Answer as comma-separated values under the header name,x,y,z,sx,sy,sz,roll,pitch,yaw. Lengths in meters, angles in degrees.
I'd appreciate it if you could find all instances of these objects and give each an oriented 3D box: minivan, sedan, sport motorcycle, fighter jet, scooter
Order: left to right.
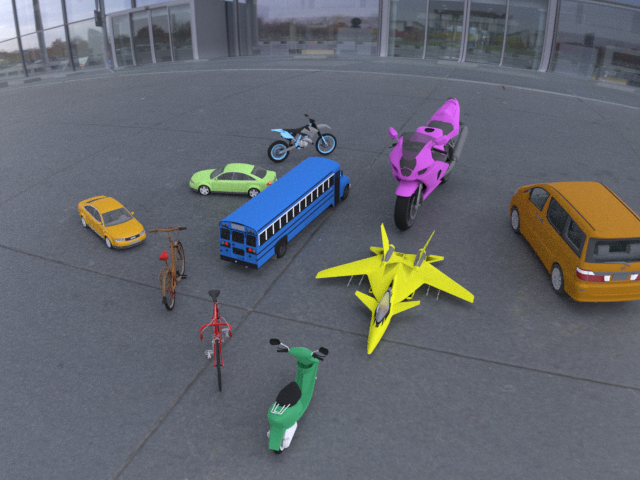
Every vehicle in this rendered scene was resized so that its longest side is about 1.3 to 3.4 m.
name,x,y,z,sx,sy,sz,roll,pitch,yaw
sedan,-3.410,-0.347,11.424,0.635,0.483,1.613,-22,36,-34
sedan,-1.595,-1.128,12.831,1.613,0.483,0.635,4,29,6
scooter,-0.269,1.574,7.514,0.662,0.919,1.399,8,30,14
fighter jet,0.968,0.631,9.586,2.229,0.557,2.640,8,30,14
sport motorcycle,1.866,-1.364,12.109,0.983,1.596,2.955,12,31,21
minivan,3.824,-0.222,10.464,1.324,1.197,3.011,-2,29,-4

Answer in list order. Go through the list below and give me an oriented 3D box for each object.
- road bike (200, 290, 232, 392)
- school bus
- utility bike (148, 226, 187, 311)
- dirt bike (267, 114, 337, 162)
name,x,y,z,sx,sy,sz,roll,pitch,yaw
road bike,-1.239,1.108,8.423,0.358,0.852,1.545,-4,29,-7
school bus,-0.442,-0.579,11.470,0.709,0.844,3.322,14,32,23
utility bike,-2.108,0.323,9.741,0.535,0.946,1.435,0,29,0
dirt bike,-0.353,-2.037,14.083,1.493,0.857,0.527,-11,31,-19
